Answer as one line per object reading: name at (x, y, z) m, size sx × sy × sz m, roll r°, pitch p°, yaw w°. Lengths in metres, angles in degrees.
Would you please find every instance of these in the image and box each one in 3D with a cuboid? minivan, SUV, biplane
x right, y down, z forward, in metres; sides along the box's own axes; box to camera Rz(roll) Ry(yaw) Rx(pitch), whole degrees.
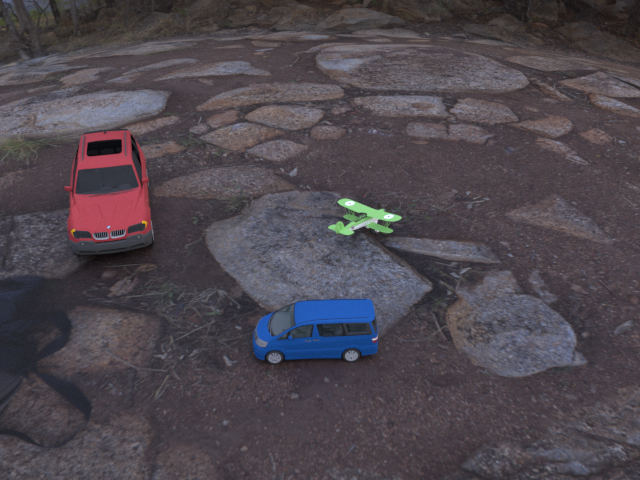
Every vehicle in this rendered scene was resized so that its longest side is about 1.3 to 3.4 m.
minivan at (-0.061, 1.101, 8.656) m, size 1.548 × 0.616 × 0.681 m, roll -1°, pitch 32°, yaw -2°
SUV at (-3.417, -0.865, 11.356) m, size 1.276 × 1.128 × 3.058 m, roll -8°, pitch 32°, yaw -12°
biplane at (0.640, -0.302, 11.038) m, size 1.090 × 0.504 × 1.336 m, roll -24°, pitch 39°, yaw -33°
